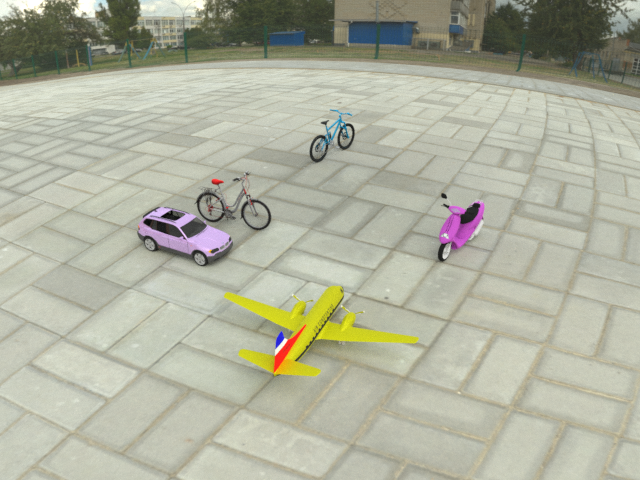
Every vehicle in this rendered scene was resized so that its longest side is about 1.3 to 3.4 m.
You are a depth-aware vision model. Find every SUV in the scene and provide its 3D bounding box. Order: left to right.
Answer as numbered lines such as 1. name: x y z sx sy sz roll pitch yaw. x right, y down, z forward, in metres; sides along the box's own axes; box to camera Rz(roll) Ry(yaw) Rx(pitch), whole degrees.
1. SUV: -2.124 -0.100 10.956 1.572 0.580 0.656 14 32 24

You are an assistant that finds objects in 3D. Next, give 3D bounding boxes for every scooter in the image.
1. scooter: 2.229 -0.292 10.955 0.662 0.919 1.399 20 35 32

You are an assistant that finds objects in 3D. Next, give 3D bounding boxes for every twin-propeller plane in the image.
1. twin-propeller plane: -0.115 1.001 8.726 2.663 0.792 2.129 11 31 20

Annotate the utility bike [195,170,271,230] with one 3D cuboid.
1. utility bike: -1.453 -0.694 11.660 1.435 0.946 0.535 10 30 18

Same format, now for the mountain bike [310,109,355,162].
1. mountain bike: 0.269 -2.155 14.408 0.573 0.868 1.469 21 35 33
